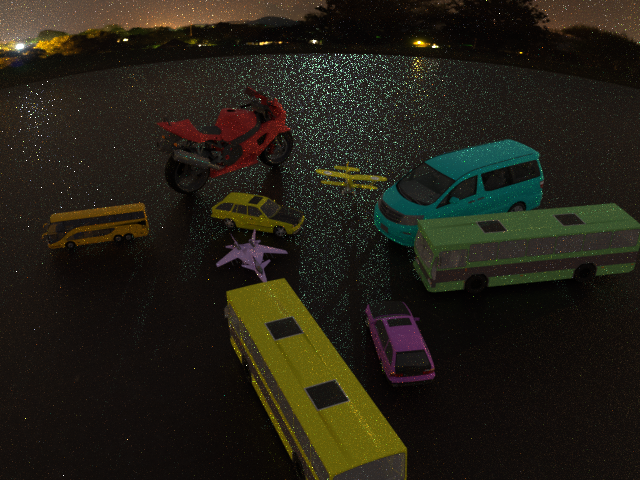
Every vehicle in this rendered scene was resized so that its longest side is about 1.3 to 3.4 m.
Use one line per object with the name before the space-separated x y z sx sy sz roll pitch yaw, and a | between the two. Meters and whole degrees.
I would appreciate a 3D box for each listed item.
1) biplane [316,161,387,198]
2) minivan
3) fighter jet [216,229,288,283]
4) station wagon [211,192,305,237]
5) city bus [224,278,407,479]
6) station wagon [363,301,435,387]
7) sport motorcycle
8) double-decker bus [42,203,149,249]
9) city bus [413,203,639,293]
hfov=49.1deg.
biplane | 0.575 -1.161 13.232 1.336 0.504 1.090 -2 30 -4
minivan | 2.372 -0.824 11.940 3.011 1.197 1.324 -15 33 -25
fighter jet | -1.030 0.282 10.916 1.147 0.286 1.358 -11 31 -18
station wagon | -1.063 -0.475 12.057 1.597 0.473 0.682 10 31 16
city bus | -0.179 1.677 7.851 0.926 0.894 3.255 -12 32 -20
station wagon | 1.007 1.229 9.063 0.682 0.473 1.597 -4 30 -7
sport motorcycle | -1.718 -1.898 13.422 2.955 1.596 0.983 -22 36 -33
double-decker bus | -3.696 -0.226 11.552 1.672 0.541 0.389 -8 31 -14
city bus | 3.096 0.136 10.559 3.255 0.894 0.926 -5 30 -9
